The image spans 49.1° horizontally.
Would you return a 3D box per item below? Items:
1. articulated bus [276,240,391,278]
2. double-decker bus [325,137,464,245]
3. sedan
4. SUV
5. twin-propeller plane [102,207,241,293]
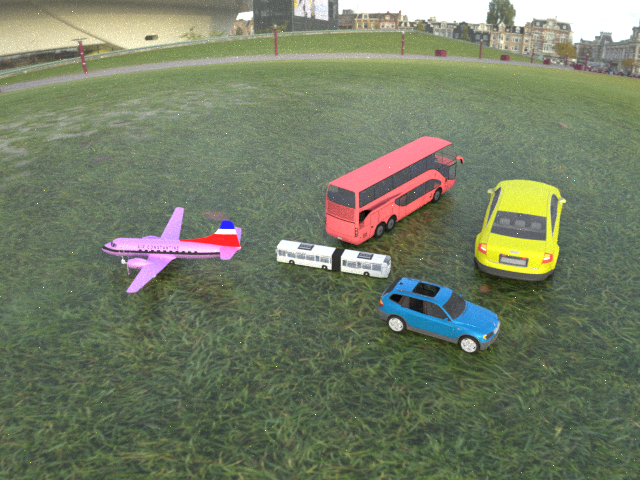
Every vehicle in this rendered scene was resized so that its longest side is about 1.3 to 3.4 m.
[{"bbox_3d":[0.184,0.281,10.542,1.749,0.289,0.311,8,29,15],"label":"articulated bus"},{"bbox_3d":[1.329,-0.932,12.016,0.756,1.052,3.251,21,34,34],"label":"double-decker bus"},{"bbox_3d":[3.204,-0.369,11.072,1.235,0.940,3.137,9,29,17],"label":"sedan"},{"bbox_3d":[1.528,0.920,9.026,1.572,0.580,0.656,14,31,24],"label":"SUV"},{"bbox_3d":[-2.243,0.035,10.468,2.129,0.792,2.663,2,28,4],"label":"twin-propeller plane"}]
